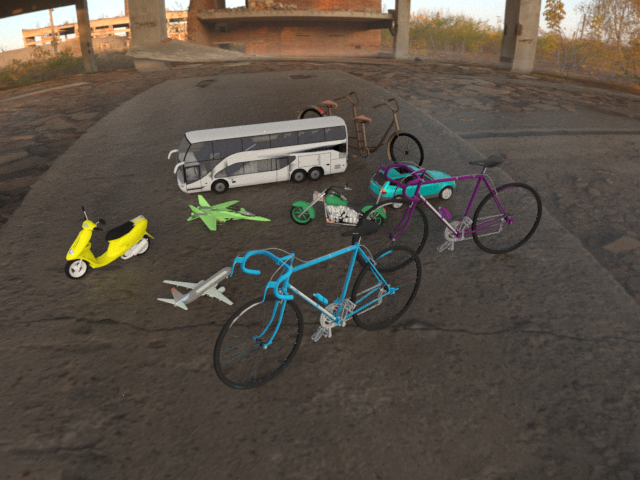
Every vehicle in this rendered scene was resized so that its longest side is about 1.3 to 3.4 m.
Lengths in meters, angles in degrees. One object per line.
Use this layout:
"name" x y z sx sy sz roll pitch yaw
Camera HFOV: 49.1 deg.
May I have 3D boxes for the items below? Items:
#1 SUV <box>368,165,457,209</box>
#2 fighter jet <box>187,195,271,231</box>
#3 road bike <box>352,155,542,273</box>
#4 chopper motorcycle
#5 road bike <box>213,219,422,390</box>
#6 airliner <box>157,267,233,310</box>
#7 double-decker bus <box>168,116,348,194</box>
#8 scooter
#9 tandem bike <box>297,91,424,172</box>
"SUV" 1.625 -0.994 12.222 1.572 0.580 0.656 -11 30 -20
"fighter jet" -1.461 -0.467 11.545 1.358 0.286 1.147 6 29 12
"road bike" 1.876 -0.397 9.956 3.004 1.656 0.697 -8 29 -15
"chopper motorcycle" 0.285 -0.545 11.185 1.563 0.761 0.466 6 29 11
"road bike" 0.087 0.640 8.006 3.004 1.656 0.697 -19 34 -32
"airliner" -1.575 0.559 9.464 1.161 0.429 1.307 15 32 26
"double-decker bus" -1.084 -1.555 12.774 3.251 1.052 0.756 -9 29 -17
"scooter" -3.046 -0.029 10.048 1.399 0.919 0.662 -24 36 -37
"tandem bike" 0.727 -2.260 13.806 3.192 1.326 0.550 22 35 35
